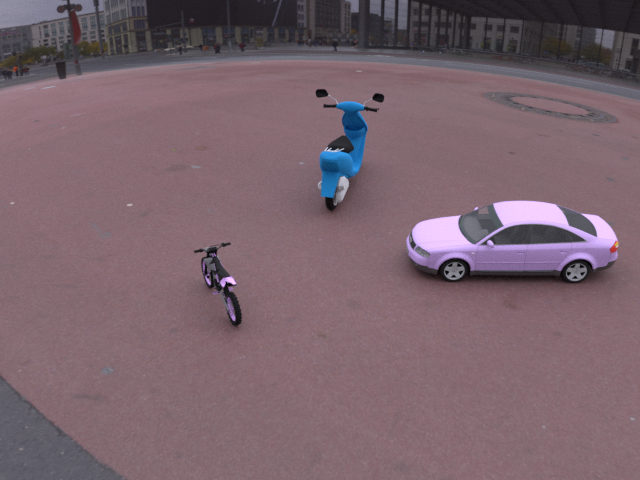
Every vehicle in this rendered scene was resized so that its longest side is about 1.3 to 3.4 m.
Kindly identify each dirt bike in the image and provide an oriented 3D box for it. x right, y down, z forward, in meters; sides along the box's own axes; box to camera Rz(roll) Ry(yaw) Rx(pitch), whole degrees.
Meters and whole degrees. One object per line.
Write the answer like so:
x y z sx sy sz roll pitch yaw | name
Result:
-1.406 0.532 9.710 0.527 0.857 1.493 -14 32 -23 | dirt bike

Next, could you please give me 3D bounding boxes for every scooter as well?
0.464 -1.783 12.933 1.288 1.786 2.721 7 30 13 | scooter

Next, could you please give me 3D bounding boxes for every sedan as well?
2.901 -0.045 10.667 3.137 0.940 1.235 0 29 0 | sedan
